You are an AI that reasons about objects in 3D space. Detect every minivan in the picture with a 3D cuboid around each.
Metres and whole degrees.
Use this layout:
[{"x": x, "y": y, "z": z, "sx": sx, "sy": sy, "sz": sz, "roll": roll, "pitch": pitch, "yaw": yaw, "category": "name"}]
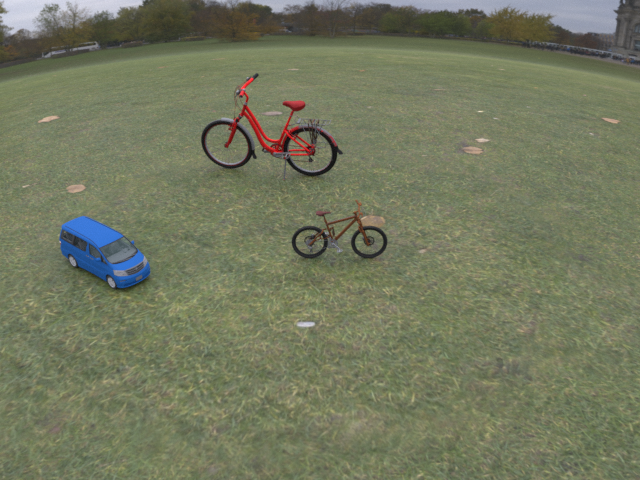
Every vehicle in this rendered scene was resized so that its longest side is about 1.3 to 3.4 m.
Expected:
[{"x": -3.218, "y": 0.171, "z": 10.435, "sx": 1.548, "sy": 0.616, "sz": 0.681, "roll": 21, "pitch": 36, "yaw": 32, "category": "minivan"}]

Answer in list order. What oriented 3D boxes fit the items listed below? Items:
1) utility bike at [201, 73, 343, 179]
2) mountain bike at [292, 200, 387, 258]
[{"x": -0.959, "y": -2.042, "z": 13.058, "sx": 2.791, "sy": 1.839, "sz": 1.039, "roll": 6, "pitch": 30, "yaw": 10, "category": "utility bike"}, {"x": 0.299, "y": -0.100, "z": 10.653, "sx": 1.469, "sy": 0.868, "sz": 0.573, "roll": 0, "pitch": 30, "yaw": 0, "category": "mountain bike"}]
